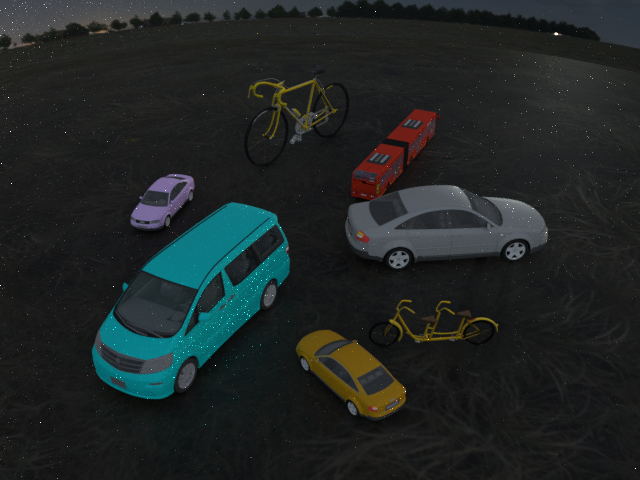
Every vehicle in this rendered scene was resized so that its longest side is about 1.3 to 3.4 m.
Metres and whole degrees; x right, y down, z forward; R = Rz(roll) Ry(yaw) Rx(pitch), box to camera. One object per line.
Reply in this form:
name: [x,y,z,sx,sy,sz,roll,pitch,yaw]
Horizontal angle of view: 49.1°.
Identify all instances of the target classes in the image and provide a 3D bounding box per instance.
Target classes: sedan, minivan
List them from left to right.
sedan: [-2.657,-0.699,11.856,0.635,0.483,1.613,8,32,12]
minivan: [-1.575,0.670,8.934,1.324,1.197,3.011,16,35,24]
sedan: [0.330,1.499,8.264,0.635,0.483,1.613,-21,37,-31]
sedan: [1.960,-0.293,10.756,3.137,0.940,1.235,-4,32,-6]

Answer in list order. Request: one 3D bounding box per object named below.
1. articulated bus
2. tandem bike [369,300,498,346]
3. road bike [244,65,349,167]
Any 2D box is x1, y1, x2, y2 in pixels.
articulated bus: [1.489,-1.696,13.411,0.605,0.561,3.401,14,34,22]
tandem bike: [1.433,1.060,8.790,1.642,0.682,0.283,-1,31,-2]
road bike: [-0.389,-2.519,13.708,0.697,1.656,3.004,25,39,35]
